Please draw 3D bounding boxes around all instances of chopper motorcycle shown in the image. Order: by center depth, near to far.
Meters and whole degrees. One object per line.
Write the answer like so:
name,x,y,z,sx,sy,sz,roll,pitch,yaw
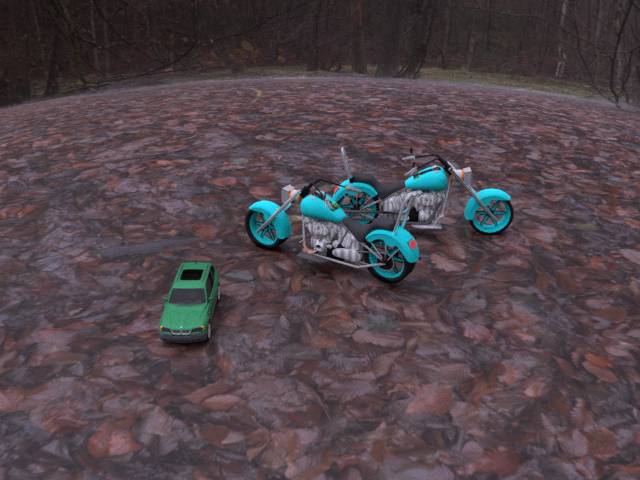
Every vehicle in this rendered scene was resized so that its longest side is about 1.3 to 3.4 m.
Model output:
chopper motorcycle,0.104,-0.282,10.585,3.040,1.480,0.906,16,30,30
chopper motorcycle,1.721,-0.811,11.679,3.040,1.480,0.906,1,26,2

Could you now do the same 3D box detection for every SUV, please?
SUV,-1.731,0.795,9.392,0.656,0.580,1.572,0,26,0
